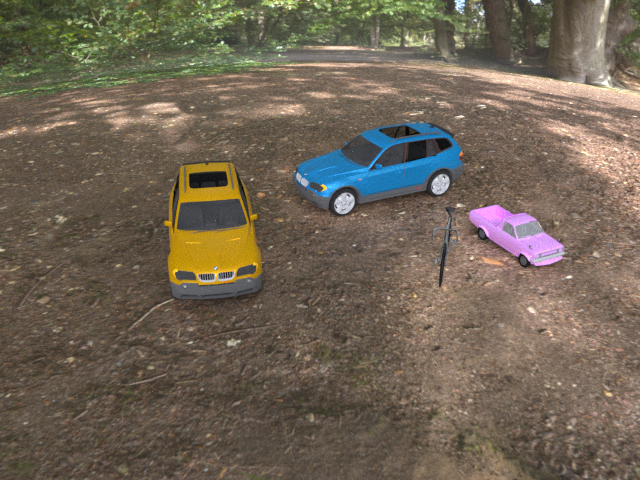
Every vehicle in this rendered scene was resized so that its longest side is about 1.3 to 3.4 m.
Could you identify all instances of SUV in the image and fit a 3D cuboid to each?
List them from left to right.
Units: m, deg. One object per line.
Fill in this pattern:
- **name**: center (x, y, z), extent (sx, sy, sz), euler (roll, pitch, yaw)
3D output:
- **SUV**: center (-1.561, -0.241, 10.076), extent (1.276, 1.128, 3.058), euler (-5, 28, -9)
- **SUV**: center (1.041, -1.326, 12.181), extent (3.058, 1.128, 1.276), euler (-12, 30, -22)

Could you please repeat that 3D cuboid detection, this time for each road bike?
- **road bike**: center (1.783, 0.021, 9.871), extent (0.358, 0.852, 1.545), euler (7, 28, 13)

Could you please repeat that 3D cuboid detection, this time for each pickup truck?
- **pickup truck**: center (2.933, -0.134, 10.542), extent (0.640, 0.511, 1.603), euler (-12, 30, -23)
